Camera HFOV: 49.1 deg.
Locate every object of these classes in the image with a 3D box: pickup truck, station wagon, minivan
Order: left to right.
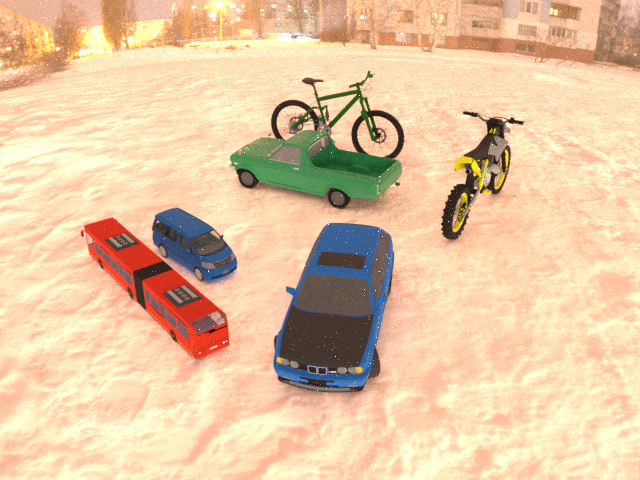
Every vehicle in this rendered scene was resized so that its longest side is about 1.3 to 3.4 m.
[{"bbox_3d":[-1.891,0.050,10.489,0.681,0.616,1.548,-25,37,-37],"label":"minivan"},{"bbox_3d":[-0.111,-1.399,12.748,3.117,0.993,1.244,14,32,24],"label":"pickup truck"},{"bbox_3d":[0.257,0.680,9.017,1.327,0.920,3.105,5,29,10],"label":"station wagon"}]

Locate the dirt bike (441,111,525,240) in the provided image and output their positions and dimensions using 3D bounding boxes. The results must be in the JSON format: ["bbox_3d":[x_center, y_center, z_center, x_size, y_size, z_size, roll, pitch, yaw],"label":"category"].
[{"bbox_3d":[2.682,-1.189,11.662,1.024,1.666,2.903,17,33,28],"label":"dirt bike"}]

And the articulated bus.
[{"bbox_3d":[-2.345,0.552,9.626,0.605,0.561,3.401,-21,35,-33],"label":"articulated bus"}]

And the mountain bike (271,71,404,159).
[{"bbox_3d":[0.312,-2.453,13.953,2.857,1.688,1.114,11,31,19],"label":"mountain bike"}]
